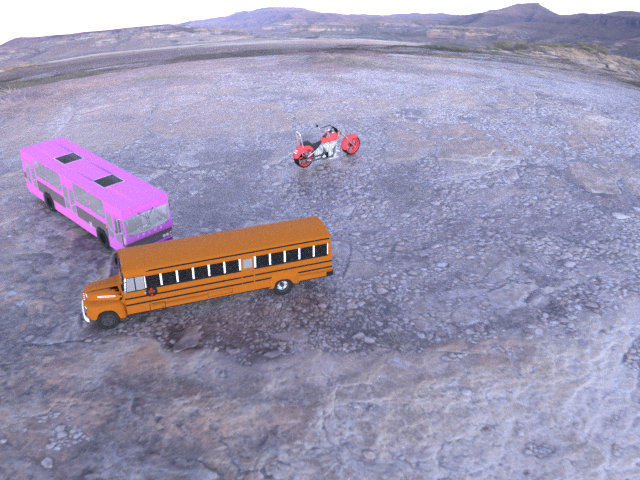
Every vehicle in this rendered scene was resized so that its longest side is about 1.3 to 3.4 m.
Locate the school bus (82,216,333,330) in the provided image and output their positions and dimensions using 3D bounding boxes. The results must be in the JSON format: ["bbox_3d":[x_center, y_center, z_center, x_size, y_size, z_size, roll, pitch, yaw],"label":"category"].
[{"bbox_3d":[-1.489,0.393,9.355,3.322,0.844,0.709,-10,32,-17],"label":"school bus"}]

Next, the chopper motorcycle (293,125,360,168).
[{"bbox_3d":[0.142,-1.856,13.331,1.563,0.761,0.466,-21,36,-32],"label":"chopper motorcycle"}]

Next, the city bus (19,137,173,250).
[{"bbox_3d":[-3.644,-0.723,11.237,3.255,0.894,0.926,26,39,38],"label":"city bus"}]
